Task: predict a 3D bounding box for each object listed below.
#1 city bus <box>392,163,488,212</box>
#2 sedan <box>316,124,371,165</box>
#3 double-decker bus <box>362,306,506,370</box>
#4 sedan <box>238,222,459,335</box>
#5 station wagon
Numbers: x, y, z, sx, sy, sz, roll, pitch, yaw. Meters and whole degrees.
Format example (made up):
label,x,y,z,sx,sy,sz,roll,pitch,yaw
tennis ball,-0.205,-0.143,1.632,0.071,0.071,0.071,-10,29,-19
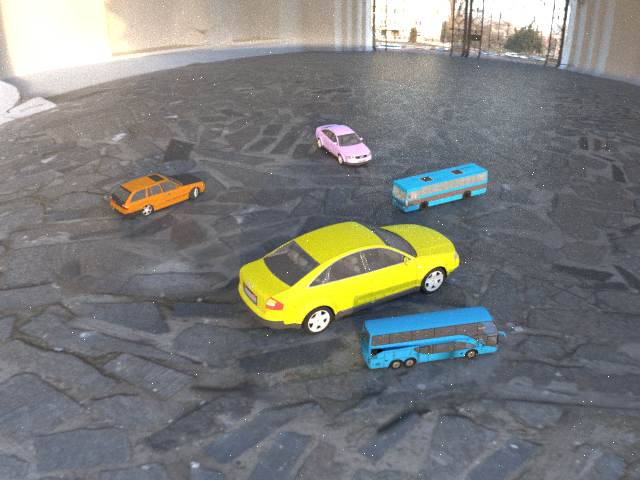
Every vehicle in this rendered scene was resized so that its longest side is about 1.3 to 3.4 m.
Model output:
label,x,y,z,sx,sy,sz,roll,pitch,yaw
city bus,2.040,-0.880,11.872,1.674,0.460,0.476,-14,32,-23
sedan,0.450,-1.920,13.698,0.635,0.483,1.613,-13,32,-22
double-decker bus,1.322,1.137,8.199,1.672,0.541,0.389,-6,30,-10
sedan,0.457,0.303,9.276,3.137,0.940,1.235,-16,33,-26
station wagon,-2.710,-0.845,11.795,1.597,0.473,0.682,-25,38,-36
